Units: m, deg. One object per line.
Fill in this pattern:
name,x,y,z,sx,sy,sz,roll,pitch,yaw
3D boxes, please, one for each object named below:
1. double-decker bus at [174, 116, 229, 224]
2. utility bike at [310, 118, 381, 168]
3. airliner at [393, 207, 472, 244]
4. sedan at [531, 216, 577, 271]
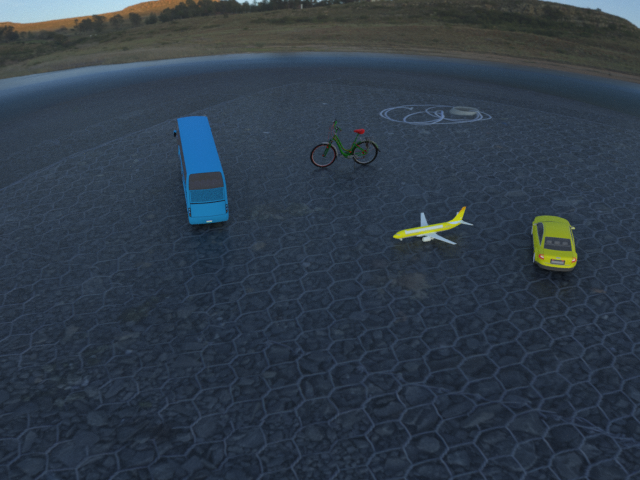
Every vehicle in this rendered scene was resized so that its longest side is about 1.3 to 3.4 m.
double-decker bus,-2.197,-1.373,12.756,0.756,1.052,3.251,-6,29,-12
utility bike,0.519,-1.862,13.765,1.435,0.946,0.535,-5,29,-9
airliner,1.791,-0.260,11.361,1.307,0.429,1.161,-9,30,-17
sedan,3.640,-0.035,10.891,0.635,0.483,1.613,6,29,11
